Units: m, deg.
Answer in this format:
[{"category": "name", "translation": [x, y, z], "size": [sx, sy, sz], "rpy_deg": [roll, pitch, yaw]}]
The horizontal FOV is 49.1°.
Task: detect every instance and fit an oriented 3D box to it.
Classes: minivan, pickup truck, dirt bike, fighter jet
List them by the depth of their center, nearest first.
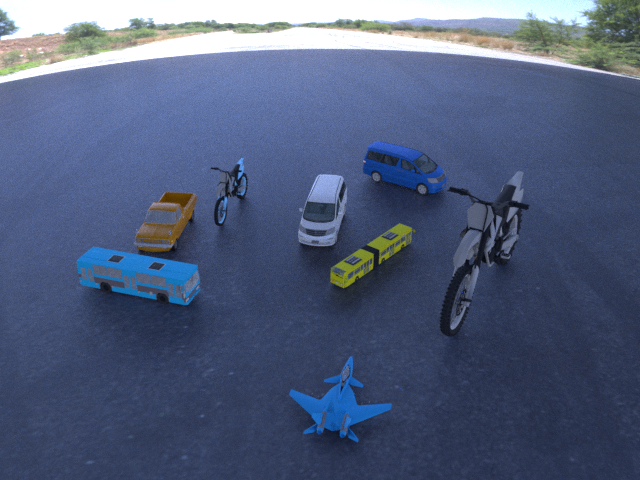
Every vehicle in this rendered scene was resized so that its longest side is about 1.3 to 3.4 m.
[{"category": "fighter jet", "translation": [0.245, 1.660, 7.848], "size": [1.147, 0.286, 1.358], "rpy_deg": [6, 30, 10]}, {"category": "dirt bike", "translation": [2.246, 0.027, 9.316], "size": [1.024, 1.666, 2.903], "rpy_deg": [16, 34, 26]}, {"category": "pickup truck", "translation": [-2.437, -0.360, 11.158], "size": [0.640, 0.511, 1.603], "rpy_deg": [3, 30, 5]}, {"category": "minivan", "translation": [0.060, -0.487, 11.276], "size": [0.681, 0.616, 1.548], "rpy_deg": [5, 30, 9]}, {"category": "dirt bike", "translation": [-1.483, -0.866, 11.696], "size": [0.527, 0.857, 1.493], "rpy_deg": [7, 30, 12]}, {"category": "minivan", "translation": [1.554, -1.325, 12.743], "size": [1.548, 0.616, 0.681], "rpy_deg": [19, 35, 29]}]

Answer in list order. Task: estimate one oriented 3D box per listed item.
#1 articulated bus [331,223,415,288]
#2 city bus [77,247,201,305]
[{"category": "articulated bus", "translation": [0.796, 0.211, 10.383], "size": [0.311, 0.289, 1.749], "rpy_deg": [22, 37, 34]}, {"category": "city bus", "translation": [-2.509, 0.508, 9.690], "size": [1.674, 0.460, 0.476], "rpy_deg": [9, 31, 15]}]
